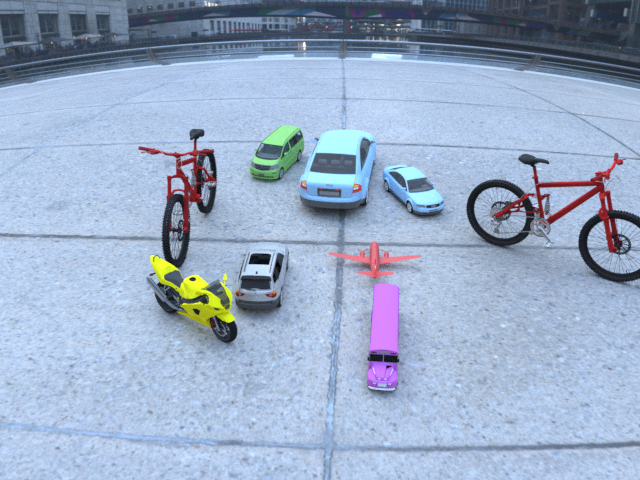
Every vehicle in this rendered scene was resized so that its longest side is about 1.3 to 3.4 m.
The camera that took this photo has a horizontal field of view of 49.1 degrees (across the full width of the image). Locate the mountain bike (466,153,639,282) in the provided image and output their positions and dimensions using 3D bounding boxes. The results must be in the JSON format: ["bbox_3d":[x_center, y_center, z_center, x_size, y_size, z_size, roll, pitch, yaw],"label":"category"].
[{"bbox_3d":[3.479,-0.421,10.174,2.857,1.688,1.114,19,35,31],"label":"mountain bike"}]

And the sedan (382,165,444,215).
[{"bbox_3d":[1.635,-0.945,12.354,0.635,0.483,1.613,-10,31,-17],"label":"sedan"}]

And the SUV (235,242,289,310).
[{"bbox_3d":[-0.803,0.408,9.824,0.656,0.580,1.572,2,29,3],"label":"SUV"}]

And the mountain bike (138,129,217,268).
[{"bbox_3d":[-2.017,-0.827,10.904,1.114,1.688,2.857,3,29,5],"label":"mountain bike"}]

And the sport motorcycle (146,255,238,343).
[{"bbox_3d":[-1.628,0.747,8.965,1.520,0.821,0.506,21,36,33],"label":"sport motorcycle"}]

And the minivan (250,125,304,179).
[{"bbox_3d":[-0.823,-1.703,13.581,0.681,0.616,1.548,10,31,17],"label":"minivan"}]

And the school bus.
[{"bbox_3d":[0.791,1.169,8.605,0.365,0.434,1.708,3,29,5],"label":"school bus"}]

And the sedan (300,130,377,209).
[{"bbox_3d":[0.386,-1.495,12.874,1.235,0.940,3.137,4,29,8],"label":"sedan"}]

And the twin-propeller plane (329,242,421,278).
[{"bbox_3d":[0.806,0.241,10.302,1.370,0.407,1.095,2,29,3],"label":"twin-propeller plane"}]
